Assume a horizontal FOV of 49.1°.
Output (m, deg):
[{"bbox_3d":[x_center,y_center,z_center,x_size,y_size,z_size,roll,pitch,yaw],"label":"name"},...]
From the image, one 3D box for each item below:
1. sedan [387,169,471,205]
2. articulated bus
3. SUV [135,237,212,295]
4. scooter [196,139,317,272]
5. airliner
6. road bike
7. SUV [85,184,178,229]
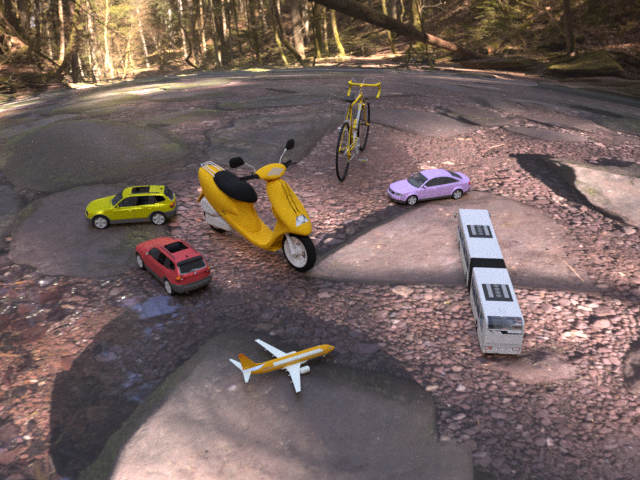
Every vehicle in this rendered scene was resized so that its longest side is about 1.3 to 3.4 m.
[{"bbox_3d":[2.048,-1.038,13.131,1.613,0.483,0.635,-8,28,-16],"label":"sedan"},{"bbox_3d":[2.379,0.461,10.083,0.605,0.561,3.401,2,27,4],"label":"articulated bus"},{"bbox_3d":[-2.203,0.279,10.421,0.656,0.580,1.572,-19,32,-33],"label":"SUV"},{"bbox_3d":[-1.060,-0.659,10.940,2.721,1.786,1.288,23,35,38],"label":"scooter"},{"bbox_3d":[-0.392,1.375,8.422,1.307,0.429,1.161,-14,30,-25],"label":"airliner"},{"bbox_3d":[0.713,-2.352,14.431,0.696,1.656,3.004,7,28,14],"label":"road bike"},{"bbox_3d":[-3.277,-0.611,12.182,1.572,0.580,0.656,-4,27,-8],"label":"SUV"}]
